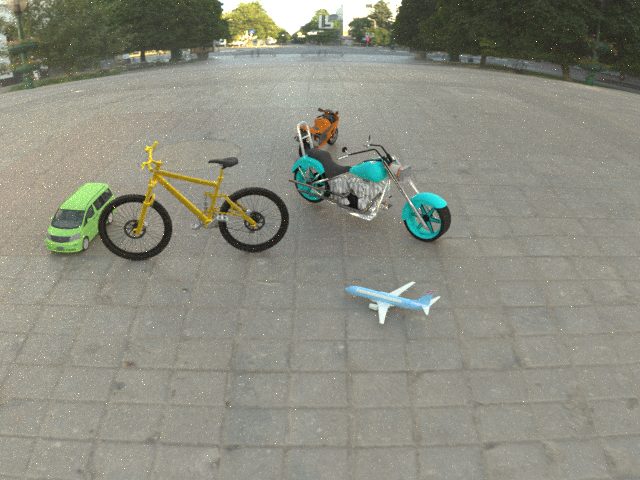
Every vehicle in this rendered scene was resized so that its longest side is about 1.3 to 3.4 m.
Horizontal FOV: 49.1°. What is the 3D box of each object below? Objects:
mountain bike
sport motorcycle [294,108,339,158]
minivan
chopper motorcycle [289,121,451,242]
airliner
[{"bbox_3d":[-1.889,-0.510,10.464,2.857,1.688,1.114,-4,28,-7],"label":"mountain bike"},{"bbox_3d":[-0.018,-2.228,14.636,0.506,0.821,1.520,15,32,27],"label":"sport motorcycle"},{"bbox_3d":[-3.873,-0.371,11.347,0.681,0.616,1.548,4,28,8],"label":"minivan"},{"bbox_3d":[0.778,-0.994,11.601,3.040,1.480,0.906,19,33,32],"label":"chopper motorcycle"},{"bbox_3d":[0.930,0.719,9.485,1.307,0.429,1.161,14,31,24],"label":"airliner"}]
